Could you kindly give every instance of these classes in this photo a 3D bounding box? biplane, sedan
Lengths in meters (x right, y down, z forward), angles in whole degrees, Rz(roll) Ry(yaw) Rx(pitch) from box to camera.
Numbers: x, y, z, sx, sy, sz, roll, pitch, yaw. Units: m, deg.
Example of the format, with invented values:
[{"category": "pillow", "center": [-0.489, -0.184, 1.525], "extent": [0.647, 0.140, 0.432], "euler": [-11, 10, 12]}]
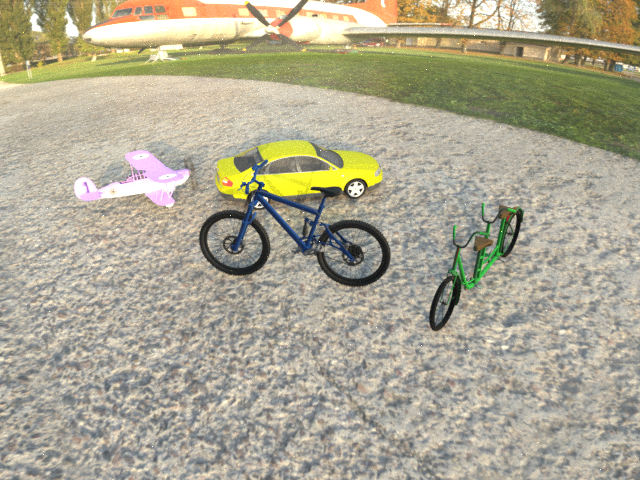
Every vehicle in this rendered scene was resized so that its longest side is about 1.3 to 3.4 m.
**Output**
[{"category": "biplane", "center": [-3.232, -0.997, 12.358], "extent": [2.120, 0.981, 2.598], "euler": [-15, 32, -25]}, {"category": "sedan", "center": [-0.368, -1.318, 12.972], "extent": [3.137, 0.940, 1.235], "euler": [-7, 30, -12]}]

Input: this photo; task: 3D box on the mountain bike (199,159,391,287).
[{"category": "mountain bike", "center": [-0.393, -0.138, 10.100], "extent": [2.857, 1.688, 1.114], "euler": [5, 30, 9]}]

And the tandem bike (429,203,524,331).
[{"category": "tandem bike", "center": [2.333, 0.122, 10.007], "extent": [0.550, 1.326, 3.192], "euler": [19, 34, 30]}]
